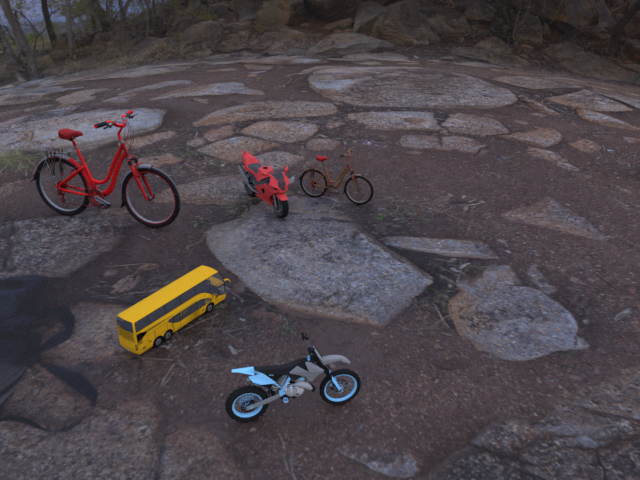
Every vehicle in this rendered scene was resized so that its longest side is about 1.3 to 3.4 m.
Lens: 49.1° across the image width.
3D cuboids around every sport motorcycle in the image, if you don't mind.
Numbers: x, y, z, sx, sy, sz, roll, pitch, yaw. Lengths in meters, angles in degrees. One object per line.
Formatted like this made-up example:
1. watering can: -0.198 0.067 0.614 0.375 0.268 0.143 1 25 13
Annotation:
1. sport motorcycle: -0.950 -0.973 12.085 0.506 0.821 1.520 -17 32 -28

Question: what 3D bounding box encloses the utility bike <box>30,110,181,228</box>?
1. utility bike: -3.534 -1.196 11.425 2.791 1.839 1.039 8 29 14

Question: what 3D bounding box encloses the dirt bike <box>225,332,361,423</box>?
1. dirt bike: -0.276 1.499 7.449 1.493 0.857 0.527 -7 29 -13

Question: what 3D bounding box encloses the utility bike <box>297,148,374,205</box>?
1. utility bike: 0.279 -1.149 12.281 1.435 0.946 0.535 11 30 19

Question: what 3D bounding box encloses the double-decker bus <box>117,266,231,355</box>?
1. double-decker bus: -1.850 0.850 8.991 0.389 0.541 1.672 19 33 31
